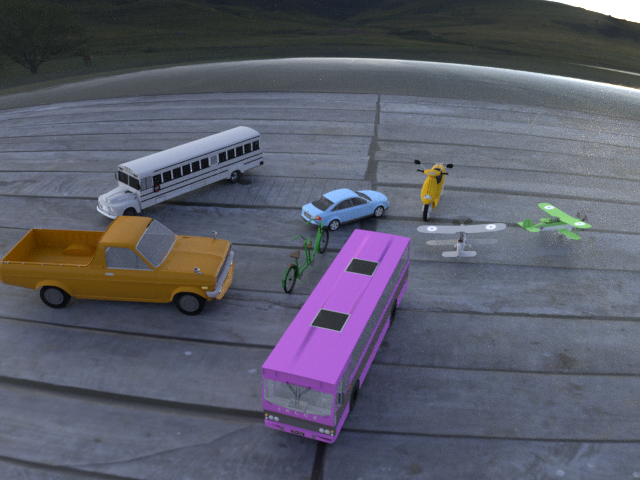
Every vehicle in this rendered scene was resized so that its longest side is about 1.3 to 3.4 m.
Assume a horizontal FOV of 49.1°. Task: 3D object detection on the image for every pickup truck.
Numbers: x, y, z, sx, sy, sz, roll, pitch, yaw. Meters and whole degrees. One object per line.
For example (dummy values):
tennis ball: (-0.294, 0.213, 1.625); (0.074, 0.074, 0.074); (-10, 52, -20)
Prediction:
pickup truck: (-2.787, 0.260, 9.735); (3.117, 0.993, 1.244); (3, 29, 5)

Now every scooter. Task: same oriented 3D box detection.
scooter: (1.958, -0.982, 12.099); (0.662, 0.919, 1.399); (9, 30, 16)

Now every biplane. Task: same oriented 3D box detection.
biplane: (2.132, 0.013, 10.701); (1.336, 0.504, 1.090); (6, 29, 12)
biplane: (3.722, -0.253, 11.191); (1.090, 0.504, 1.336); (-6, 29, -12)

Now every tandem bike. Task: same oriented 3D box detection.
tandem bike: (-0.193, 0.172, 10.223); (0.283, 0.682, 1.642); (11, 31, 20)

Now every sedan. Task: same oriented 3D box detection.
sedan: (0.454, -0.597, 11.847); (1.613, 0.483, 0.635); (-17, 33, -28)

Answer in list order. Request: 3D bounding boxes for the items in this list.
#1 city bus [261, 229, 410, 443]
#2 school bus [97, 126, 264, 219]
city bus: (0.316, 1.010, 8.457); (0.926, 0.894, 3.255); (10, 30, 17)
school bus: (-2.472, -1.231, 12.637); (0.709, 0.844, 3.322); (24, 37, 37)
